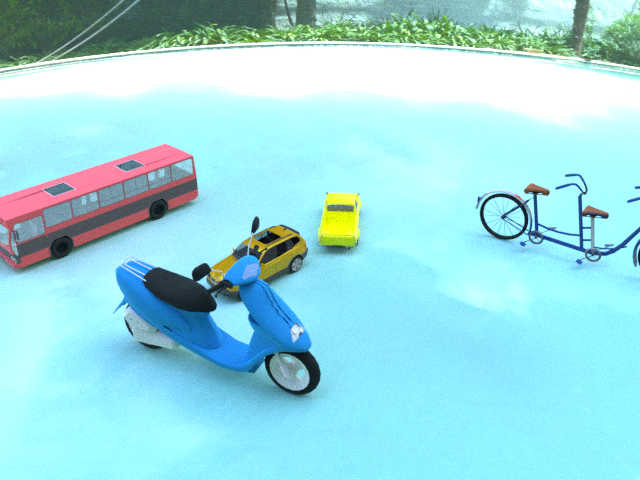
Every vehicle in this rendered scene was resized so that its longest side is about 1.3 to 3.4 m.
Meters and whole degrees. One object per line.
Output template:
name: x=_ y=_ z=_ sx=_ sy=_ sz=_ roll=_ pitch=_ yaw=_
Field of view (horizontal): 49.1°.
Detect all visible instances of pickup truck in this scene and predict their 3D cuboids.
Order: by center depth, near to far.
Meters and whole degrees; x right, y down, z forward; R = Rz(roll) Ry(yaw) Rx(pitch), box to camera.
pickup truck: x=0.324 y=-0.373 z=11.048 sx=0.640 sy=0.511 sz=1.603 roll=2 pitch=30 yaw=4

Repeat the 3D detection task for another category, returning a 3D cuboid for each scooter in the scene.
scooter: x=-1.234 y=0.718 z=7.819 sx=2.721 sy=1.786 sz=1.288 roll=13 pitch=32 yaw=22

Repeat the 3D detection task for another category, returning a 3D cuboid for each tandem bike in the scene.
tandem bike: x=3.773 y=-0.291 z=10.075 sx=3.192 sy=1.326 sz=0.550 roll=18 pitch=34 yaw=29

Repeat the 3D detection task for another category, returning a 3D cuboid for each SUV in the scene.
SUV: x=-0.868 y=0.270 z=9.839 sx=0.656 sy=0.580 sz=1.572 roll=25 pitch=38 yaw=37

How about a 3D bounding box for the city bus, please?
city bus: x=-3.480 y=-0.580 z=11.024 sx=0.926 sy=0.894 sz=3.255 roll=25 pitch=38 yaw=37
